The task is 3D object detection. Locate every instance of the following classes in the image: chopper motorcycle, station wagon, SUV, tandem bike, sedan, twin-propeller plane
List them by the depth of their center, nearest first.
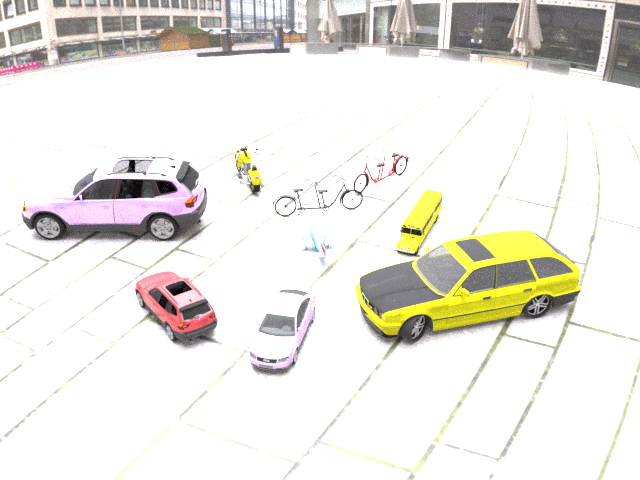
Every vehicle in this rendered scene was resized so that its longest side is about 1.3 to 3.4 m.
[{"bbox_3d":[-0.476,1.082,9.194,0.635,0.483,1.613,7,30,12],"label":"sedan"},{"bbox_3d":[-1.993,0.806,9.588,0.656,0.580,1.572,-20,35,-31],"label":"SUV"},{"bbox_3d":[2.040,0.530,9.734,3.105,0.920,1.327,-9,30,-15],"label":"station wagon"},{"bbox_3d":[-0.029,-0.014,11.236,1.370,0.407,1.095,-6,30,-10],"label":"twin-propeller plane"},{"bbox_3d":[-3.457,-0.762,11.838,3.058,1.128,1.276,0,29,1],"label":"SUV"},{"bbox_3d":[-0.032,-0.777,12.323,1.642,0.682,0.283,-6,30,-11],"label":"tandem bike"},{"bbox_3d":[1.196,-1.391,13.423,0.283,0.682,1.642,25,38,38],"label":"tandem bike"},{"bbox_3d":[-1.412,-1.479,13.500,0.466,0.761,1.563,-10,31,-17],"label":"chopper motorcycle"}]

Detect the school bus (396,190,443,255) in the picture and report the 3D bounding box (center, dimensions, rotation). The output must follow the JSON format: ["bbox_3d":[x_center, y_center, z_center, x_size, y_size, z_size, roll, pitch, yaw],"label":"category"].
[{"bbox_3d":[1.678,-0.311,11.741,0.365,0.434,1.708,11,31,20],"label":"school bus"}]
